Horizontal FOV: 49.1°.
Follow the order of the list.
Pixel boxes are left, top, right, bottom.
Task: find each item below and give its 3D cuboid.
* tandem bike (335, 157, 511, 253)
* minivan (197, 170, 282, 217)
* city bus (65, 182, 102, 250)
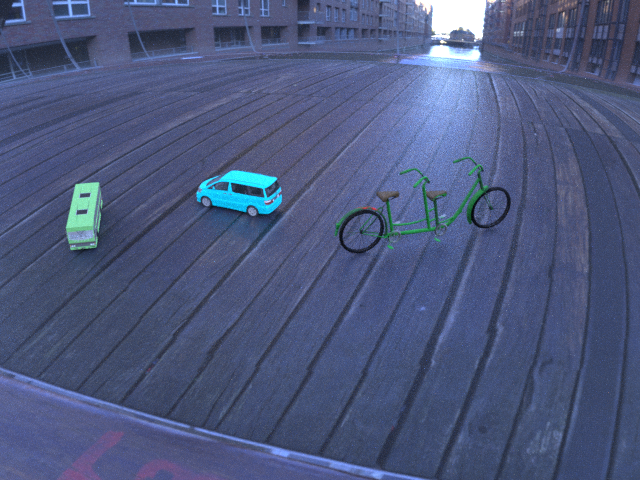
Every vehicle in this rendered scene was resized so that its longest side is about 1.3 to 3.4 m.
[{"bbox_3d":[1.727,-0.565,11.267,3.192,1.326,0.550,-10,32,-17],"label":"tandem bike"},{"bbox_3d":[-1.471,-0.887,12.534,1.548,0.616,0.681,12,32,20],"label":"minivan"},{"bbox_3d":[-3.971,-0.411,11.866,0.476,0.460,1.674,-6,31,-10],"label":"city bus"}]
